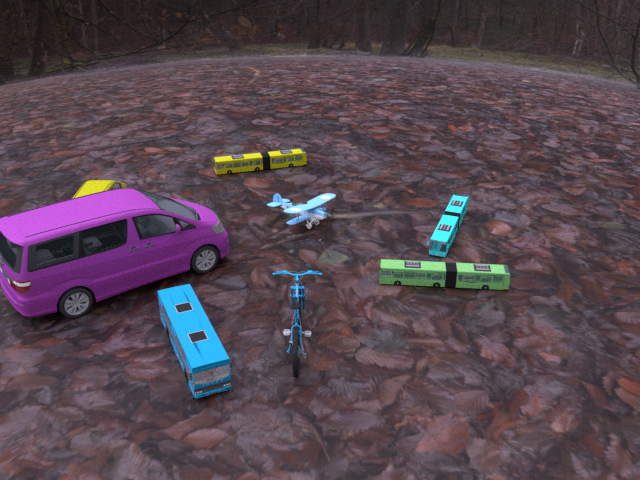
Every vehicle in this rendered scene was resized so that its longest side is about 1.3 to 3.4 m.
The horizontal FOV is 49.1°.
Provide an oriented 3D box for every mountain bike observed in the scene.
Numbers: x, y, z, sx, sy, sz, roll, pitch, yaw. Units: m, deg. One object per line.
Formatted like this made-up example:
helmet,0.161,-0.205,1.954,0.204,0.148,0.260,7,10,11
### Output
mountain bike,-0.263,0.885,8.063,0.573,0.868,1.469,0,28,0

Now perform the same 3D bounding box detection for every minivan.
minivan,-3.521,-0.624,11.188,0.681,0.616,1.548,0,28,0
minivan,-2.694,0.005,9.376,3.011,1.197,1.324,-20,34,-32

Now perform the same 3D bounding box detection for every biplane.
biplane,-0.282,-0.490,11.054,1.090,0.504,1.336,16,32,27

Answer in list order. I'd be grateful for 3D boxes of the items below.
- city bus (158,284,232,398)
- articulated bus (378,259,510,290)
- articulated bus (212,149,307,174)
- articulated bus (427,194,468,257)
city bus,-1.465,1.130,8.035,0.476,0.460,1.674,-12,30,-21
articulated bus,1.663,0.467,9.474,1.749,0.289,0.311,3,28,5
articulated bus,-1.125,-1.476,13.150,1.749,0.289,0.311,-8,29,-14
articulated bus,2.004,-0.247,10.824,0.311,0.289,1.749,10,30,18
